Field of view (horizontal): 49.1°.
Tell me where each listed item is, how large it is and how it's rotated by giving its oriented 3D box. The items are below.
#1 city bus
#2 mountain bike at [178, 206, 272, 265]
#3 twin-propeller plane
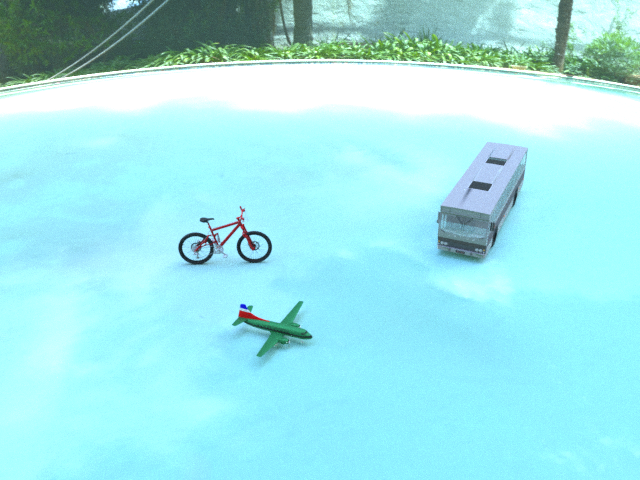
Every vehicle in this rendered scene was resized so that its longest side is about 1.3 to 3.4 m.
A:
[{"bbox_3d":[2.917,-0.760,12.324,0.926,0.894,3.255,12,30,22],"label":"city bus"},{"bbox_3d":[-1.490,-0.013,10.949,1.469,0.868,0.573,-1,28,-3],"label":"mountain bike"},{"bbox_3d":[-0.604,1.117,9.318,1.095,0.407,1.370,11,30,19],"label":"twin-propeller plane"}]
